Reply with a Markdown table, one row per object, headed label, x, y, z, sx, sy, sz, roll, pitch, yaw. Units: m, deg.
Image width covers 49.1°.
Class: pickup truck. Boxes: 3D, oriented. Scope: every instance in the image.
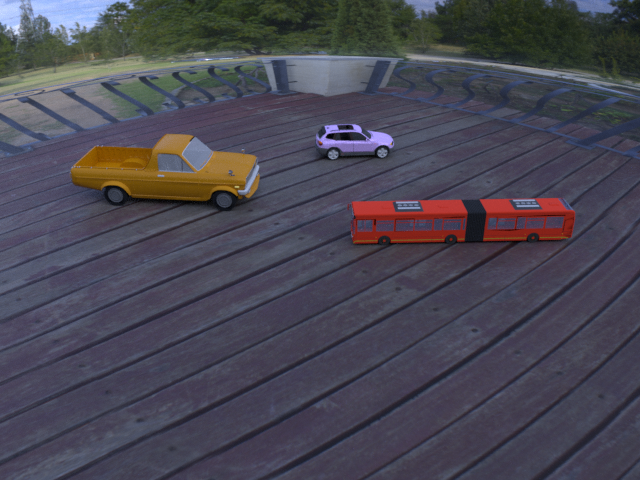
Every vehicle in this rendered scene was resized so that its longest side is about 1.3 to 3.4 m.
| label | x | y | z | sx | sy | sz | roll | pitch | yaw |
| --- | --- | --- | --- | --- | --- | --- | --- | --- | --- |
| pickup truck | -2.626 | -1.244 | 12.041 | 3.117 | 0.993 | 1.244 | 3 | 28 | 6 |

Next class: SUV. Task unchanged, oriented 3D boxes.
| label | x | y | z | sx | sy | sz | roll | pitch | yaw |
| --- | --- | --- | --- | --- | --- | --- | --- | --- | --- |
| SUV | 0.682 | -1.970 | 13.822 | 1.572 | 0.580 | 0.656 | -3 | 28 | -5 |

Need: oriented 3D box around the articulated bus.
| label | x | y | z | sx | sy | sz | roll | pitch | yaw |
| --- | --- | --- | --- | --- | --- | --- | --- | --- | --- |
| articulated bus | 2.137 | -0.296 | 10.738 | 3.401 | 0.561 | 0.605 | -1 | 28 | -2 |
